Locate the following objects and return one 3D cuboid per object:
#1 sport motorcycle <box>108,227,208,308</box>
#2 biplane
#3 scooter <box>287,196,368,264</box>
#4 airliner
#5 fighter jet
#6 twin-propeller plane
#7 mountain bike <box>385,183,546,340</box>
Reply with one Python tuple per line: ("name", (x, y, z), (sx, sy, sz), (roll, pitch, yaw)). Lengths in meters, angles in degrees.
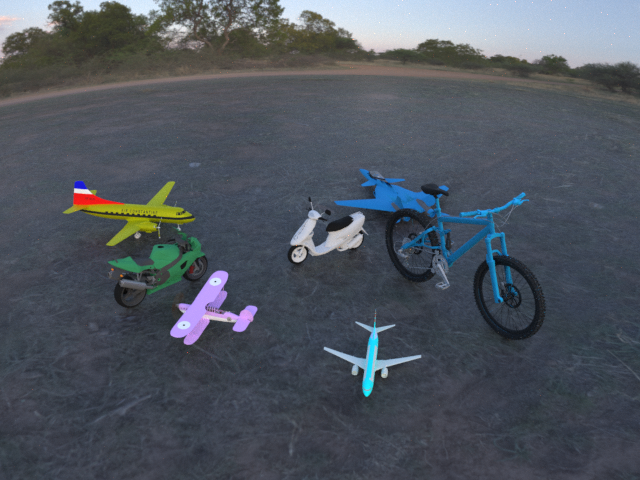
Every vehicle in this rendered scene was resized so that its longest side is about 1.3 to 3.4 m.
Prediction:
("sport motorcycle", (-2.195, 0.377, 9.663), (1.520, 0.821, 0.506), (-23, 34, -39))
("biplane", (-1.354, 0.941, 8.868), (1.090, 0.504, 1.336), (8, 27, 17))
("scooter", (0.126, -0.166, 10.665), (1.399, 0.919, 0.662), (-14, 29, -26))
("airliner", (0.601, 1.316, 8.183), (1.161, 0.429, 1.307), (4, 26, 7))
("fighter jet", (1.254, -1.029, 12.849), (2.229, 0.557, 2.640), (-9, 27, -18))
("twin-propeller plane", (-3.103, -0.556, 11.610), (2.129, 0.792, 2.663), (4, 26, 8))
("mountain bike", (1.811, 0.129, 9.182), (1.114, 1.688, 2.857), (-17, 31, -31))
